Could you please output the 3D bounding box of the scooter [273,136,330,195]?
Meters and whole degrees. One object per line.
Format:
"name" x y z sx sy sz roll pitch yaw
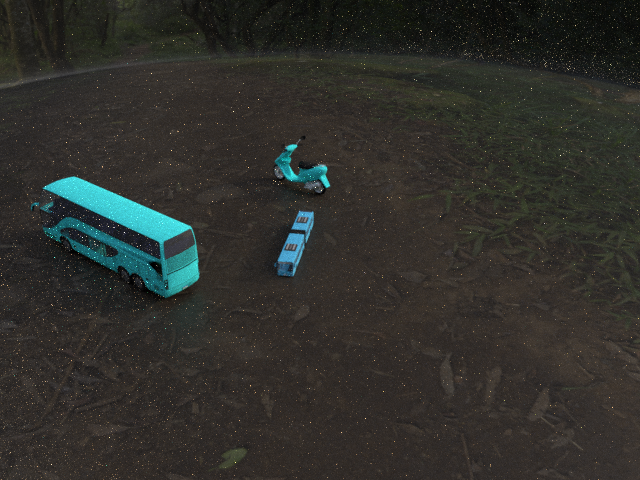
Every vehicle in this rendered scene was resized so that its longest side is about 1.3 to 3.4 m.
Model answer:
"scooter" -0.375 -1.414 13.198 1.399 0.919 0.662 23 37 35

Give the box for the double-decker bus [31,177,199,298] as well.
"double-decker bus" -3.197 -0.124 10.771 3.251 1.052 0.756 21 36 33

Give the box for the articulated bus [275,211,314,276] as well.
"articulated bus" -0.380 0.027 11.281 0.311 0.289 1.749 5 30 9
